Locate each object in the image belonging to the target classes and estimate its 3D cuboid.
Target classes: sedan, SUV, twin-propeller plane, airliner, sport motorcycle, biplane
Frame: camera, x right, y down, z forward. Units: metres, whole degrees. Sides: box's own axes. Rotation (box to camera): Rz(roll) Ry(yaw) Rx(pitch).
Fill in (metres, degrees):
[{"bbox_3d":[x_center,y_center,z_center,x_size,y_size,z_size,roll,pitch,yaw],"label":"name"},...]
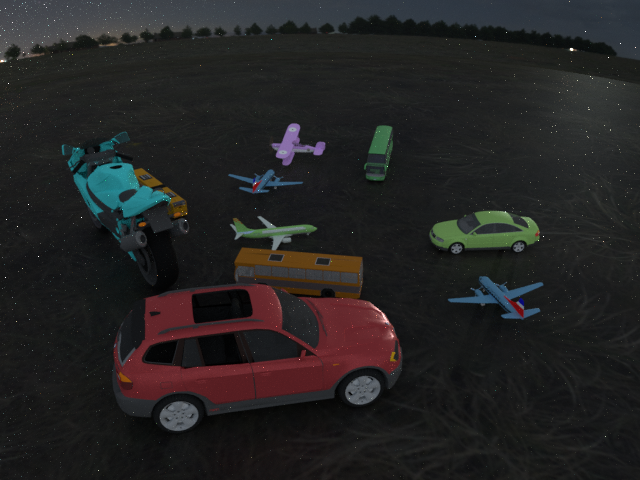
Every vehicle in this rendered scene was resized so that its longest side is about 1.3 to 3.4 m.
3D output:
[{"bbox_3d":[2.446,-0.145,10.423,1.613,0.483,0.635,-2,28,-3],"label":"sedan"},{"bbox_3d":[-0.649,1.098,7.446,3.058,1.128,1.276,-6,29,-10],"label":"SUV"},{"bbox_3d":[-0.986,-1.057,12.189,1.370,0.407,1.095,7,29,13],"label":"twin-propeller plane"},{"bbox_3d":[-0.678,-0.205,10.591,1.307,0.429,1.161,-7,29,-13],"label":"airliner"},{"bbox_3d":[2.313,0.689,8.961,1.370,0.407,1.095,-8,30,-15],"label":"twin-propeller plane"},{"bbox_3d":[-2.760,-0.458,9.831,0.983,1.596,2.955,-19,34,-32],"label":"sport motorcycle"},{"bbox_3d":[-0.444,-1.757,13.382,1.090,0.504,1.336,5,29,9],"label":"biplane"}]

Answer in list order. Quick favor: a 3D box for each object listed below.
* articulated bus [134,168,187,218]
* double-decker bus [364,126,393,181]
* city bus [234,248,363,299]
[{"bbox_3d":[-2.760,-0.809,11.855,0.311,0.289,1.749,-19,34,-32],"label":"articulated bus"},{"bbox_3d":[1.122,-1.621,13.092,0.389,0.541,1.672,5,29,9],"label":"double-decker bus"},{"bbox_3d":[-0.278,0.458,9.333,1.674,0.460,0.476,4,29,8],"label":"city bus"}]
